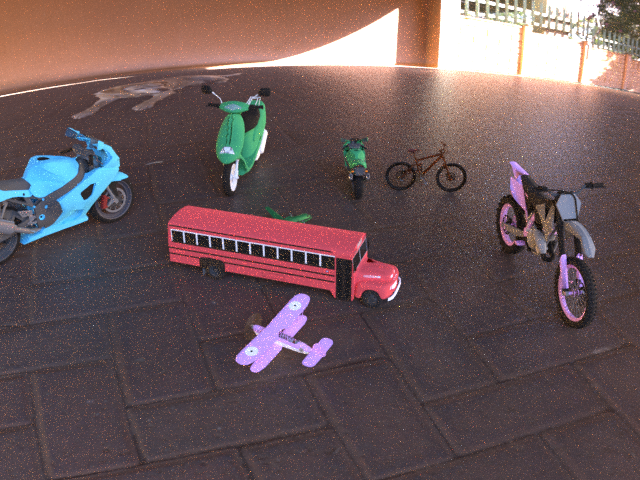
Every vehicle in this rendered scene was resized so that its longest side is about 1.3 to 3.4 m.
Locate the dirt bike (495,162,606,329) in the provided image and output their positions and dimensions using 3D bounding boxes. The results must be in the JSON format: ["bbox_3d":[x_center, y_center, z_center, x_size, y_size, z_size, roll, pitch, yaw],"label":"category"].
[{"bbox_3d":[3.071,-0.115,9.540,1.024,1.666,2.903,-4,28,-8],"label":"dirt bike"}]

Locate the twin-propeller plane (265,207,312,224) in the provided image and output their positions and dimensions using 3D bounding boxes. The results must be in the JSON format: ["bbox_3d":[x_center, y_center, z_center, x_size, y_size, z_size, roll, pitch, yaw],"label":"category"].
[{"bbox_3d":[-0.572,-0.303,11.252,1.095,0.407,1.370,-19,33,-32],"label":"twin-propeller plane"}]

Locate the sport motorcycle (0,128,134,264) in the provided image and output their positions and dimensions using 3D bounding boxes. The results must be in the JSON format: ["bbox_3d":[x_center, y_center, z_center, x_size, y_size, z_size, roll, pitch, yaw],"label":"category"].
[{"bbox_3d":[-4.170,-0.668,10.669,0.983,1.596,2.955,24,36,37],"label":"sport motorcycle"}]

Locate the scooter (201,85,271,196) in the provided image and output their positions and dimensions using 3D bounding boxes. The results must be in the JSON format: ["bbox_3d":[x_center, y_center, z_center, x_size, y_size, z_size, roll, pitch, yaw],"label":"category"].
[{"bbox_3d":[-1.463,-2.089,13.170,1.288,1.786,2.721,4,28,8],"label":"scooter"}]

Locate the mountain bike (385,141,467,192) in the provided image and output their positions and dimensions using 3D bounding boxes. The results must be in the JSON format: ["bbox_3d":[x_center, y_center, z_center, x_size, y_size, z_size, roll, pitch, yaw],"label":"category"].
[{"bbox_3d":[1.920,-1.280,12.617,1.469,0.868,0.573,2,28,4],"label":"mountain bike"}]

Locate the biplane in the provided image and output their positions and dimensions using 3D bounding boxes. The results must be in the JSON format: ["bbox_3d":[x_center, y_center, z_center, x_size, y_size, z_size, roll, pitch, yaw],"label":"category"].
[{"bbox_3d":[-0.402,1.205,8.276,1.090,0.504,1.336,17,32,29],"label":"biplane"}]

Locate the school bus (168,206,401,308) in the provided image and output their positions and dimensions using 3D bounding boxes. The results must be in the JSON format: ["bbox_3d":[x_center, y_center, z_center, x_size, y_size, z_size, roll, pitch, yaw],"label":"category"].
[{"bbox_3d":[-0.513,0.195,9.833,3.322,0.844,0.709,9,29,17],"label":"school bus"}]

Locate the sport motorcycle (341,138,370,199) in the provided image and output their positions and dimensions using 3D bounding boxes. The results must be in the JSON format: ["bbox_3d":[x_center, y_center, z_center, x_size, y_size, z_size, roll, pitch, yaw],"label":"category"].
[{"bbox_3d":[0.652,-1.345,12.791,0.506,0.821,1.520,-1,28,-2],"label":"sport motorcycle"}]
